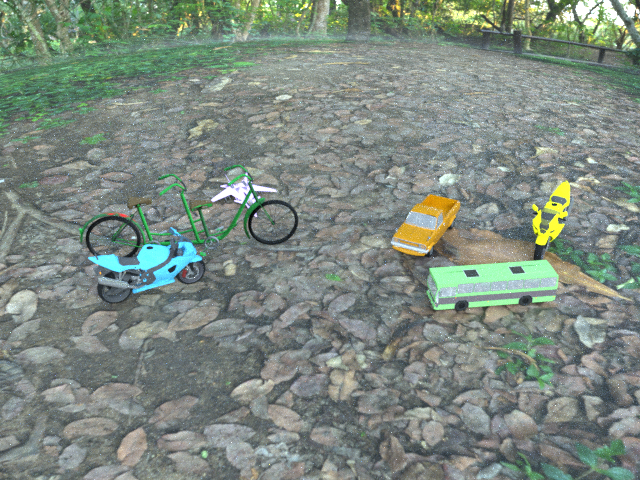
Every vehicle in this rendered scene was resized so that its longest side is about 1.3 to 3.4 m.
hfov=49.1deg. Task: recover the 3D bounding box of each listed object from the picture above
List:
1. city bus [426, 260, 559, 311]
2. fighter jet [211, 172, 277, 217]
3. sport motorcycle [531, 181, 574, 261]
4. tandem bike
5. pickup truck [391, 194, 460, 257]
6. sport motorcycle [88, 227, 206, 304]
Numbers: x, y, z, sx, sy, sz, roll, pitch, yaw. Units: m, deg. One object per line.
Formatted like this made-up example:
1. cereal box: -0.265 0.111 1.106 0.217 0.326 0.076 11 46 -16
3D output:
1. city bus: 2.307 0.619 9.416 1.674 0.460 0.476 -4 31 -6
2. fighter jet: -1.271 -0.775 11.958 1.147 0.286 1.358 -10 32 -17
3. sport motorcycle: 3.502 -0.281 10.590 0.506 0.821 1.520 16 34 24
4. tandem bike: -1.891 -0.367 10.239 3.192 1.326 0.550 -6 31 -10
5. pickup truck: 1.674 -0.293 10.916 0.640 0.511 1.603 15 34 24
6. sport motorcycle: -2.299 0.374 9.477 1.520 0.821 0.506 -14 33 -22
